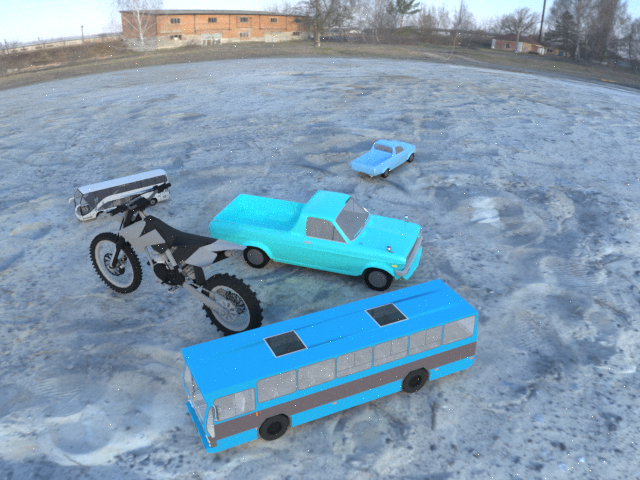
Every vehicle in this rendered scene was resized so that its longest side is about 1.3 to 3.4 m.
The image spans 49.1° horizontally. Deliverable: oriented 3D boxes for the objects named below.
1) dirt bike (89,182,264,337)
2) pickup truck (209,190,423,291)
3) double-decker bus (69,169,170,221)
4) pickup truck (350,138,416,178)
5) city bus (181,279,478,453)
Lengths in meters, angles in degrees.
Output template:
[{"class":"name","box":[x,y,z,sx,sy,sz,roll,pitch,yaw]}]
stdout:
[{"class":"dirt bike","box":[-1.959,0.254,8.959,2.903,1.666,1.024,16,33,27]},{"class":"pickup truck","box":[-0.053,-0.152,10.405,3.117,0.993,1.244,10,30,17]},{"class":"double-decker bus","box":[-3.414,-0.772,12.012,1.672,0.541,0.389,-18,33,-29]},{"class":"pickup truck","box":[1.252,-1.639,13.632,0.640,0.511,1.603,19,34,31]},{"class":"city bus","box":[0.172,1.349,7.758,3.255,0.894,0.926,-13,31,-22]}]
